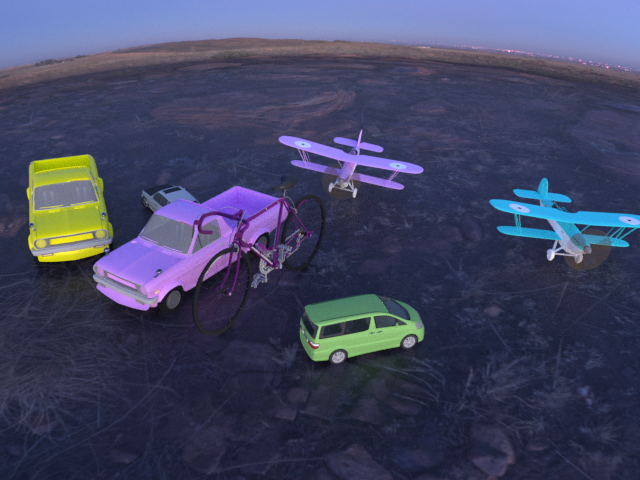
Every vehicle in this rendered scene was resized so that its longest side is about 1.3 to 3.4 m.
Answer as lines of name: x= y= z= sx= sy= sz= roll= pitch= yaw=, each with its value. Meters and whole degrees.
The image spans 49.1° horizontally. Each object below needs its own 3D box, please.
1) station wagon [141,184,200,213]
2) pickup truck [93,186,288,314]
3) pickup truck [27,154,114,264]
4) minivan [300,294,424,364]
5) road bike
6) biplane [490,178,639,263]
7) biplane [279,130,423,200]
station wagon: x=-2.509 y=-0.648 z=11.917 sx=0.682 sy=0.473 sz=1.597 roll=-18 pitch=34 yaw=-30
pickup truck: x=-1.799 y=-0.052 z=10.279 sx=1.244 sy=0.993 sz=3.117 roll=18 pitch=33 yaw=30
pickup truck: x=-4.145 y=-0.685 z=11.442 sx=1.244 sy=0.993 sz=3.117 roll=-10 pitch=30 yaw=-18
minivan: x=0.540 y=1.038 z=8.673 sx=1.548 sy=0.616 sz=0.681 roll=-9 pitch=30 yaw=-16
road bike: x=-0.725 y=0.058 z=9.384 sx=0.696 sy=1.656 sz=3.004 roll=17 pitch=33 yaw=28
biplane: x=3.743 y=-0.299 z=10.746 sx=2.598 sy=0.981 sz=2.120 roll=-2 pitch=29 yaw=-4
biplane: x=0.605 y=-1.422 z=12.807 sx=2.598 sy=0.981 sz=2.120 roll=6 pitch=29 yaw=11
